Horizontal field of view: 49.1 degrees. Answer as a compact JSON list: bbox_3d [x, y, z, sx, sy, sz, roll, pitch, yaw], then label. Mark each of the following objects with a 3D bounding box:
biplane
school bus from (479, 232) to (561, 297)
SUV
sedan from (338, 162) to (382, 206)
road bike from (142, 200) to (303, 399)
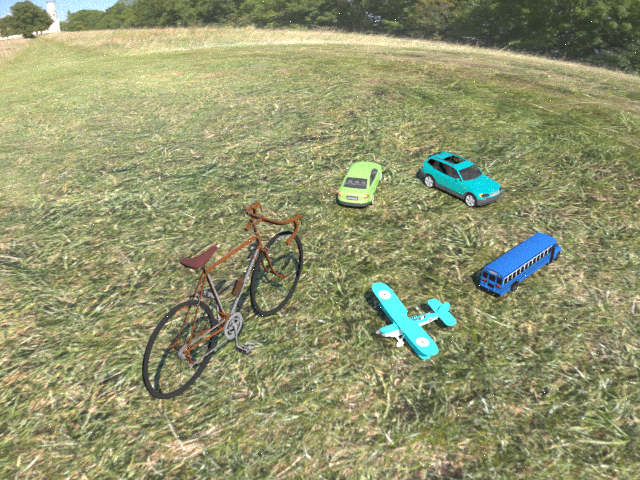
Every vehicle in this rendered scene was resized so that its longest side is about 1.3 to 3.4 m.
[{"bbox_3d":[1.175,1.038,8.754,1.090,0.504,1.336,-14,33,-23],"label":"biplane"},{"bbox_3d":[2.942,0.306,10.087,1.708,0.434,0.365,-26,39,-37],"label":"school bus"},{"bbox_3d":[2.488,-1.108,12.381,0.656,0.580,1.572,-22,36,-33],"label":"SUV"},{"bbox_3d":[0.728,-1.078,12.425,0.635,0.483,1.613,7,31,12],"label":"sedan"},{"bbox_3d":[-1.049,0.615,8.335,0.696,1.656,3.004,18,35,28],"label":"road bike"}]
